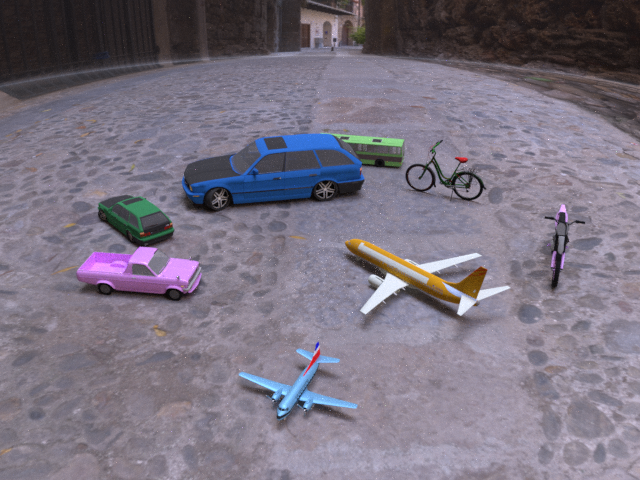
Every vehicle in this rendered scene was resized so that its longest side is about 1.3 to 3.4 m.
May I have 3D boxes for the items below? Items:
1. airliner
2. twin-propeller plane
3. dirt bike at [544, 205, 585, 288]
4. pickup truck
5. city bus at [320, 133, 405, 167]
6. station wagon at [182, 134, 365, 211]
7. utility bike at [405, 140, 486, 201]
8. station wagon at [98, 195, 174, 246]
[{"bbox_3d":[1.196,0.280,9.323,2.257,0.835,2.541,-22,35,-35],"label":"airliner"},{"bbox_3d":[-0.210,1.511,7.463,1.370,0.407,1.095,11,30,20],"label":"twin-propeller plane"},{"bbox_3d":[3.359,0.016,9.795,0.527,0.857,1.493,9,29,16],"label":"dirt bike"},{"bbox_3d":[-2.432,0.402,9.439,1.603,0.511,0.640,4,28,8],"label":"pickup truck"},{"bbox_3d":[0.772,-1.721,13.485,1.674,0.460,0.476,6,29,12],"label":"city bus"},{"bbox_3d":[-0.830,-1.250,12.109,3.105,0.920,1.327,-6,29,-11],"label":"station wagon"},{"bbox_3d":[2.125,-1.151,11.895,1.435,0.946,0.535,13,31,22],"label":"utility bike"},{"bbox_3d":[-2.936,-0.416,11.017,0.682,0.473,1.597,-22,35,-35],"label":"station wagon"}]
